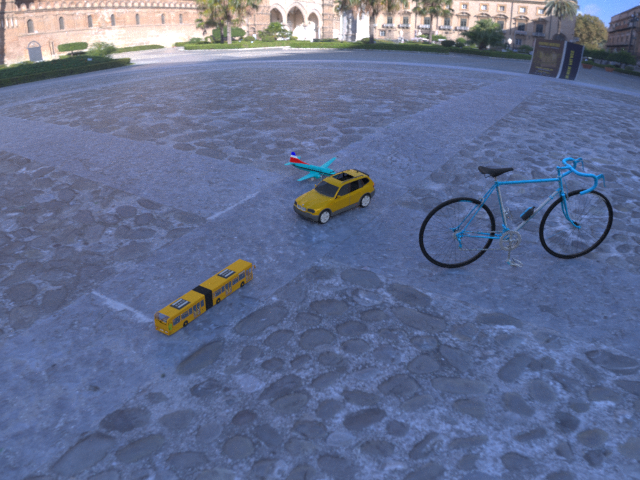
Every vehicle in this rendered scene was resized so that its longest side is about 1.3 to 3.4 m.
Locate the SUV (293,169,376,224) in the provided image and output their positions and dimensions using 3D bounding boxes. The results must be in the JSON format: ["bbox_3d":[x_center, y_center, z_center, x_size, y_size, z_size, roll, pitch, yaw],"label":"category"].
[{"bbox_3d":[0.261,-0.794,12.143,1.572,0.580,0.656,-23,36,-36],"label":"SUV"}]

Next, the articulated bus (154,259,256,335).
[{"bbox_3d":[-1.539,0.750,9.562,0.311,0.289,1.749,17,33,29],"label":"articulated bus"}]

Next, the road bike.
[{"bbox_3d":[2.917,-0.379,10.224,3.004,1.656,0.696,-4,28,-8],"label":"road bike"}]

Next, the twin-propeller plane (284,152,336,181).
[{"bbox_3d":[-0.131,-1.422,13.501,1.095,0.407,1.370,16,32,27],"label":"twin-propeller plane"}]
